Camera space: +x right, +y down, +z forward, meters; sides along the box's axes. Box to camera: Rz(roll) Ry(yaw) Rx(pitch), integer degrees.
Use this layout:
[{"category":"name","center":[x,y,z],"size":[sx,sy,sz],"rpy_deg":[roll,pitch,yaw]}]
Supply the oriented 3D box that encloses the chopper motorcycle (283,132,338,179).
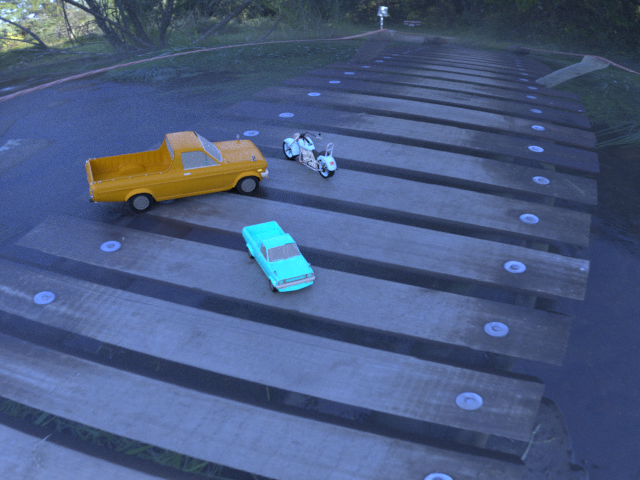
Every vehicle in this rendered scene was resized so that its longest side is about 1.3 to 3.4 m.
[{"category":"chopper motorcycle","center":[-0.220,-1.692,13.169],"size":[0.466,0.761,1.563],"rpy_deg":[-21,37,-31]}]

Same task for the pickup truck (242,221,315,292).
[{"category":"pickup truck","center":[-0.638,0.175,10.292],"size":[0.640,0.511,1.603],"rpy_deg":[-13,33,-20]}]

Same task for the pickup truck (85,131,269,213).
[{"category":"pickup truck","center":[-2.496,-1.292,12.275],"size":[3.117,0.993,1.244],"rpy_deg":[-11,33,-17]}]
